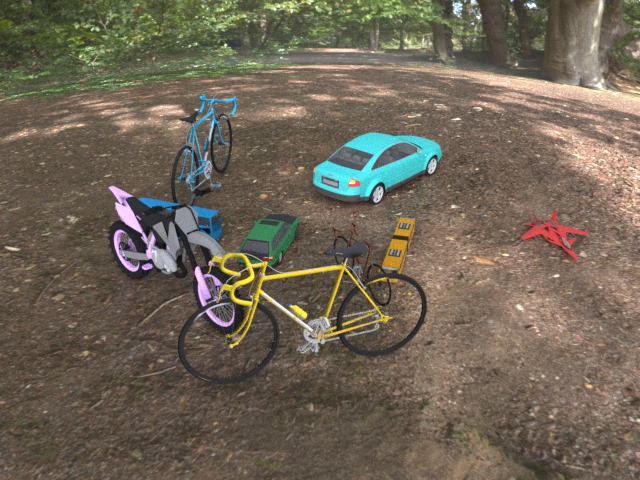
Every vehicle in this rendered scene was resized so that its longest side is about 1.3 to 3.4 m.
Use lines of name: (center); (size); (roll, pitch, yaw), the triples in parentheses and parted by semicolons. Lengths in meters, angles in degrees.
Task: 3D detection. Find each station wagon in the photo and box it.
station wagon: (-0.776, -0.079, 11.008); (0.682, 0.473, 1.597); (7, 28, 13)

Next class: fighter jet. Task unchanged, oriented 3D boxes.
fighter jet: (3.827, -0.075, 11.201); (1.147, 0.286, 1.358); (-4, 28, -7)

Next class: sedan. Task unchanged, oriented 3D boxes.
sedan: (1.172, -1.532, 13.283); (1.235, 0.940, 3.137); (22, 35, 35)

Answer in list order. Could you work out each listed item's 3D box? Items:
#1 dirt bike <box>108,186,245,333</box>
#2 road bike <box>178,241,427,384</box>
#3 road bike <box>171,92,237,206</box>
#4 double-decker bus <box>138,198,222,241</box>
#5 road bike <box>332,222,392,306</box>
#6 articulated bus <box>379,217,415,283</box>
dirt bike: (-2.015, 0.114, 9.352); (2.903, 1.666, 1.024); (23, 36, 37)
road bike: (-0.137, 0.809, 8.034); (3.004, 1.656, 0.696); (-8, 29, -15)
road bike: (-2.125, -1.693, 12.818); (0.696, 1.656, 3.004); (6, 28, 11)
double-decker bus: (-2.398, -0.312, 11.381); (1.672, 0.541, 0.389); (10, 29, 19)
road bike: (0.578, 0.307, 9.862); (0.358, 0.852, 1.545); (-14, 31, -25)
articulated bus: (1.218, 0.124, 10.819); (0.311, 0.289, 1.749); (7, 28, 13)
